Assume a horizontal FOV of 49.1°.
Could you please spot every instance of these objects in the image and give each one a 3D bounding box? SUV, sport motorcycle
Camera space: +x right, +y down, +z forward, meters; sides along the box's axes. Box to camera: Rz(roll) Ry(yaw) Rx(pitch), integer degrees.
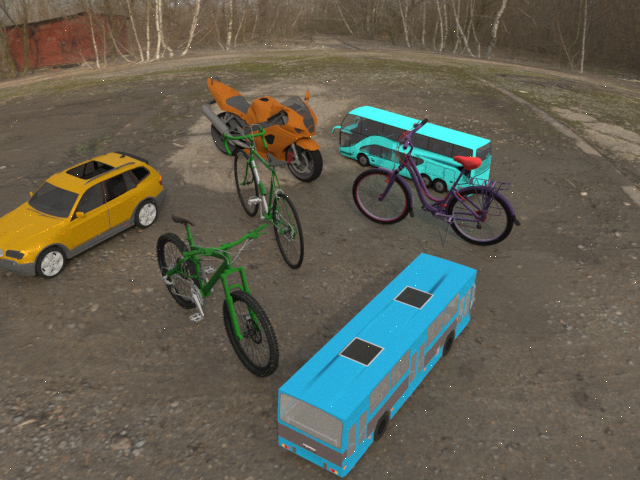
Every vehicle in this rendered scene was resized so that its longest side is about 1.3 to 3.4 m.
[{"bbox_3d":[-3.854,-0.504,11.110,1.276,1.128,3.058,19,35,30],"label":"SUV"},{"bbox_3d":[-1.103,-2.157,13.528,2.955,1.596,0.983,23,37,34],"label":"sport motorcycle"}]

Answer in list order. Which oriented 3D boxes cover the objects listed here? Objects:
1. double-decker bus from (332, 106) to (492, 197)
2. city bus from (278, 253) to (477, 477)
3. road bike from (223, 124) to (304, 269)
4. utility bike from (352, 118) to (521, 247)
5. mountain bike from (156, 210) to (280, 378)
[{"bbox_3d":[1.694,-1.751,13.367,3.251,1.052,0.756,24,38,35],"label":"double-decker bus"},{"bbox_3d":[0.792,1.319,8.159,0.926,0.894,3.255,18,34,29],"label":"city bus"},{"bbox_3d":[-0.867,-0.761,11.028,0.697,1.656,3.004,-13,32,-21],"label":"road bike"},{"bbox_3d":[1.759,-0.816,10.940,2.791,1.839,1.039,13,32,22],"label":"utility bike"},{"bbox_3d":[-1.385,0.513,8.770,1.114,1.688,2.857,-21,36,-32],"label":"mountain bike"}]
